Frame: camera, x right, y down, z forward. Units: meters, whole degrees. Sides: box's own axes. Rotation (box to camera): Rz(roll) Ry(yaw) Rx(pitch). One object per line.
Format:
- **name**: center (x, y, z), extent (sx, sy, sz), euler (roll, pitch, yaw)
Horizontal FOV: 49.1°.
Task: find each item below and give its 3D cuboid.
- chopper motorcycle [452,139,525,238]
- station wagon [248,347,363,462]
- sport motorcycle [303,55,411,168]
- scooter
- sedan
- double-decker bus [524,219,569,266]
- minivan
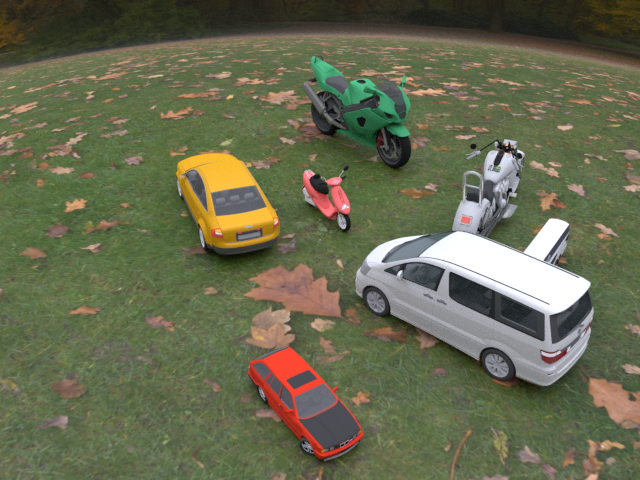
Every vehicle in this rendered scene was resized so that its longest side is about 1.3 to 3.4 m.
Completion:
- **chopper motorcycle**: center (2.775, -0.941, 11.099), extent (0.906, 1.480, 3.040), euler (16, 35, 24)
- **station wagon**: center (-0.179, 1.725, 7.693), extent (0.682, 0.473, 1.597), euler (-19, 36, -28)
- **sport motorcycle**: center (0.740, -2.515, 13.568), extent (0.983, 1.596, 2.955), euler (-21, 37, -31)
- **scooter**: center (0.096, -0.782, 11.377), extent (0.662, 0.919, 1.399), euler (-18, 36, -27)
- **sedan**: center (-1.575, -0.797, 11.381), extent (1.235, 0.940, 3.137), euler (-11, 33, -18)
- **double-decker bus**: center (3.135, 0.277, 10.004), extent (0.389, 0.541, 1.672), euler (19, 36, 28)
- **minivan**: center (1.828, 0.622, 8.806), extent (3.011, 1.197, 1.324), euler (26, 40, 36)
